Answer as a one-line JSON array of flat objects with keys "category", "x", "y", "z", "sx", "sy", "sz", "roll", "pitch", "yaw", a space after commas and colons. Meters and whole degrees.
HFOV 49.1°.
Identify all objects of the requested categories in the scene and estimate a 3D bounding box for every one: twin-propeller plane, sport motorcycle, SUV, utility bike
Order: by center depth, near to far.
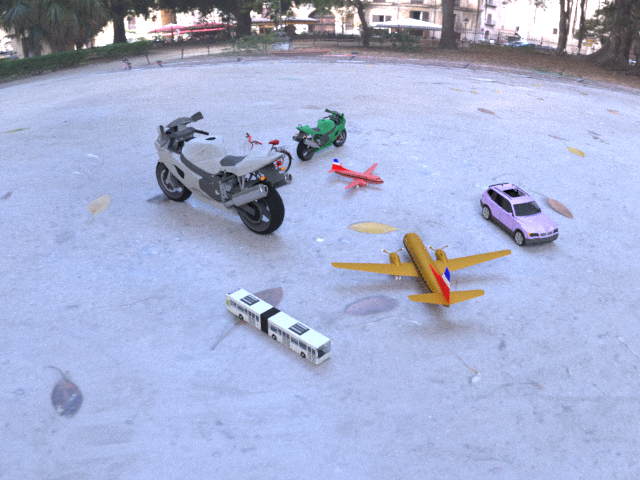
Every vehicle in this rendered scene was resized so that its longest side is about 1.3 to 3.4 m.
[{"category": "twin-propeller plane", "x": 1.508, "y": 0.298, "z": 9.894, "sx": 2.663, "sy": 0.792, "sz": 2.129, "roll": -4, "pitch": 29, "yaw": -7}, {"category": "SUV", "x": 3.254, "y": -0.449, "z": 11.485, "sx": 0.656, "sy": 0.580, "sz": 1.572, "roll": -10, "pitch": 30, "yaw": -18}, {"category": "sport motorcycle", "x": -1.734, "y": -1.110, "z": 11.637, "sx": 2.955, "sy": 1.596, "sz": 0.983, "roll": 20, "pitch": 34, "yaw": 32}, {"category": "utility bike", "x": -1.063, "y": -1.511, "z": 13.054, "sx": 1.435, "sy": 0.946, "sz": 0.535, "roll": -19, "pitch": 34, "yaw": -30}, {"category": "twin-propeller plane", "x": 0.700, "y": -1.255, "z": 13.146, "sx": 1.095, "sy": 0.407, "sz": 1.370, "roll": 15, "pitch": 32, "yaw": 25}, {"category": "sport motorcycle", "x": 0.046, "y": -2.165, "z": 14.384, "sx": 0.506, "sy": 0.821, "sz": 1.520, "roll": 23, "pitch": 36, "yaw": 36}]

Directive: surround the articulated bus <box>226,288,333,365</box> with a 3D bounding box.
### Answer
[{"category": "articulated bus", "x": -0.560, "y": 1.079, "z": 8.984, "sx": 1.749, "sy": 0.289, "sz": 0.311, "roll": 25, "pitch": 37, "yaw": 38}]
